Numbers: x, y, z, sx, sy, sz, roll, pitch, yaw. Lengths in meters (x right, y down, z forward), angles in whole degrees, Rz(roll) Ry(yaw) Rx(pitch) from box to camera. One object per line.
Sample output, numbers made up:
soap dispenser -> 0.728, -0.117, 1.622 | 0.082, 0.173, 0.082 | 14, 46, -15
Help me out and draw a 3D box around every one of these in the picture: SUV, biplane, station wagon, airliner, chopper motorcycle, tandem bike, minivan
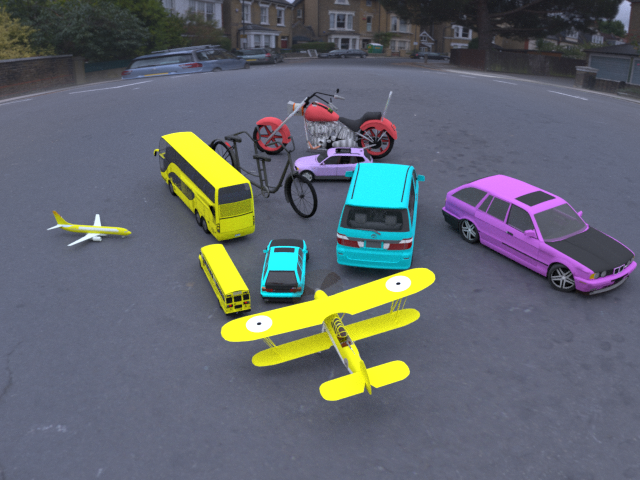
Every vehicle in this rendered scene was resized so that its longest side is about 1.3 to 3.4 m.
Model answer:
SUV -> 0.265, -1.486, 13.658 | 1.572, 0.580, 0.656 | 1, 27, 1
biplane -> 0.204, 1.134, 8.105 | 2.598, 0.981, 2.120 | -7, 28, -14
station wagon -> 3.315, -0.211, 10.797 | 1.327, 0.920, 3.105 | -17, 32, -30
station wagon -> -0.512, 0.333, 10.224 | 0.682, 0.473, 1.597 | 0, 27, 1
airliner -> -3.724, -0.252, 11.414 | 1.307, 0.429, 1.161 | 3, 27, 5
chopper motorcycle -> 0.088, -2.422, 14.499 | 3.040, 1.480, 0.906 | 5, 28, 10
tandem bike -> -1.109, -1.395, 12.663 | 0.550, 1.326, 3.192 | -22, 34, -36
minivan -> 0.989, -0.595, 11.243 | 1.324, 1.197, 3.011 | 4, 27, 8

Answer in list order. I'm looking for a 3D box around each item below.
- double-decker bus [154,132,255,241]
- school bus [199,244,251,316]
double-decker bus -> -2.075, -1.039, 12.269 | 0.756, 1.052, 3.251 | -14, 30, -25
school bus -> -1.388, 0.502, 9.938 | 0.365, 0.434, 1.708 | -10, 29, -19
